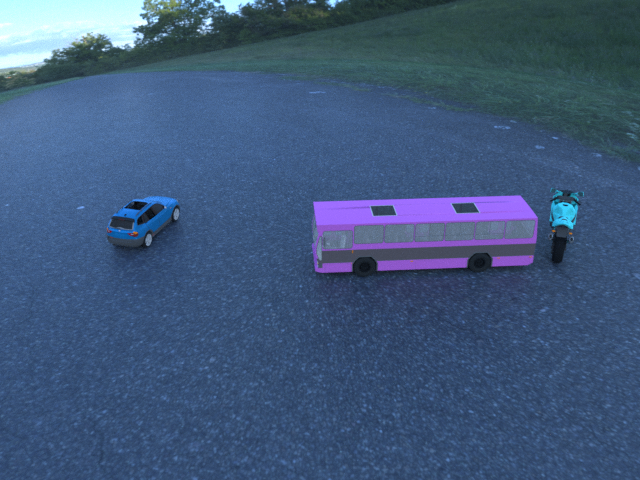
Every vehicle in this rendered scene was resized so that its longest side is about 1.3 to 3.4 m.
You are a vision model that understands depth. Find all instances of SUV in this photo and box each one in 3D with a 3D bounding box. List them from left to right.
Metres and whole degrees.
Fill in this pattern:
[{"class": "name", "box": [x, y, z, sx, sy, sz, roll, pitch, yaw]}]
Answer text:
[{"class": "SUV", "box": [-2.881, -0.394, 11.476, 0.656, 0.580, 1.572, 8, 29, 14]}]

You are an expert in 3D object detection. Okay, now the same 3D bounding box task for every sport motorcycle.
[{"class": "sport motorcycle", "box": [3.793, -0.258, 10.966, 0.506, 0.821, 1.520, 9, 30, 17]}]

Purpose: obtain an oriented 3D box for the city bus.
[{"class": "city bus", "box": [1.522, -0.060, 10.518, 3.255, 0.894, 0.926, -2, 28, -4]}]
